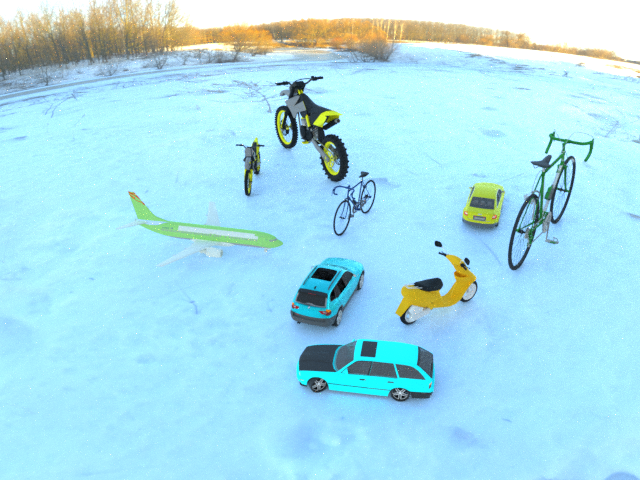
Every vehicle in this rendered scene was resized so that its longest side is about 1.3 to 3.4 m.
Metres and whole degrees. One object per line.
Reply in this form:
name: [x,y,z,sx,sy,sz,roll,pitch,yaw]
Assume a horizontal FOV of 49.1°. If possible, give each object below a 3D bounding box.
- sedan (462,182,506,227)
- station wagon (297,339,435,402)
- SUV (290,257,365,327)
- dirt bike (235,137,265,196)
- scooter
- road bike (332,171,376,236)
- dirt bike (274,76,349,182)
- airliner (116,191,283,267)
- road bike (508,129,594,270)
sedan: [2.848,-0.695,12.087,0.635,0.483,1.613,9,29,16]
station wagon: [0.523,1.439,8.076,1.597,0.473,0.682,4,28,8]
SUV: [0.125,0.612,9.519,0.656,0.580,1.572,10,30,18]
dirt bike: [-1.262,-1.441,13.095,0.527,0.857,1.493,2,28,4]
scooter: [1.585,0.573,9.232,1.399,0.919,0.662,-17,32,-29]
road bike: [0.595,-0.663,11.634,0.358,0.852,1.545,15,31,26]
dirt bike: [-0.239,-2.291,13.833,1.024,1.666,2.903,-15,31,-26]
airliner: [-1.808,-0.274,10.919,2.541,0.835,2.257,6,28,11]
road bike: [3.513,-0.688,10.823,0.696,1.656,3.004,18,33,30]
